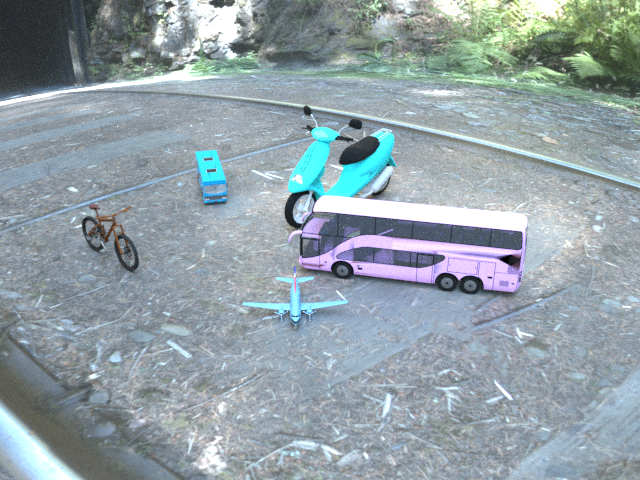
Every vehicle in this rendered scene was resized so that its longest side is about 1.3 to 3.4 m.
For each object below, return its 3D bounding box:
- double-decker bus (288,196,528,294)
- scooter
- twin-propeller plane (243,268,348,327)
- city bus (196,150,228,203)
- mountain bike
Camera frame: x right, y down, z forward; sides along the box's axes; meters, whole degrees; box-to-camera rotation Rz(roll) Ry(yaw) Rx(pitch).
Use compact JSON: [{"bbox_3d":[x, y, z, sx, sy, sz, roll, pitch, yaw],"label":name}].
[{"bbox_3d":[1.214,0.038,9.874,3.251,1.052,0.756,6,27,12],"label":"double-decker bus"},{"bbox_3d":[0.401,-1.349,11.852,1.288,1.786,2.721,24,35,39],"label":"scooter"},{"bbox_3d":[-0.324,0.745,9.172,1.370,0.407,1.095,-1,26,-2],"label":"twin-propeller plane"},{"bbox_3d":[-2.030,-1.179,13.004,0.476,0.460,1.674,-6,27,-12],"label":"city bus"},{"bbox_3d":[-3.138,-0.093,10.347,1.469,0.868,0.573,23,34,38],"label":"mountain bike"}]
